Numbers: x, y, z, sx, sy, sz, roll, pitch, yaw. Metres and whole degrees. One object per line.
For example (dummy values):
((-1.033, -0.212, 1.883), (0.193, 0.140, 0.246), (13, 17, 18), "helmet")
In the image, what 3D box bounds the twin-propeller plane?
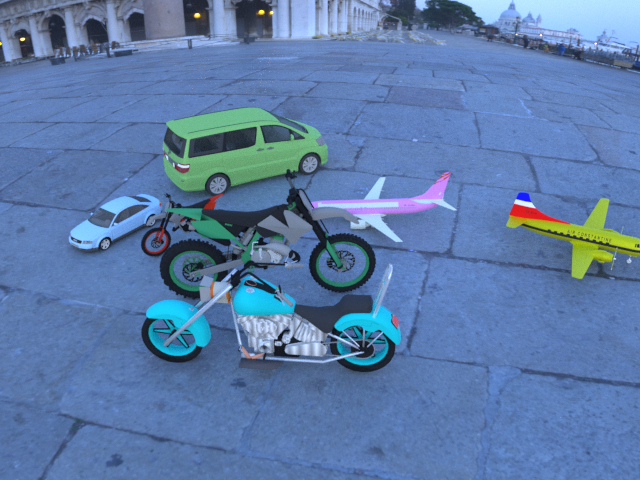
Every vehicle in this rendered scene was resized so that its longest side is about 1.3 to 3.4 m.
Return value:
((3.892, -0.175, 10.473), (2.129, 0.792, 2.663), (15, 33, 23), "twin-propeller plane")

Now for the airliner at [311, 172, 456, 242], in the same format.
((0.862, -0.695, 11.325), (2.541, 0.835, 2.257), (-1, 30, -2), "airliner")

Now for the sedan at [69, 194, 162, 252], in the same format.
((-3.220, -0.333, 11.051), (0.635, 0.483, 1.613), (20, 36, 31), "sedan")

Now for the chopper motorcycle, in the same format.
((-0.586, 0.841, 8.042), (3.040, 1.480, 0.906), (3, 30, 6), "chopper motorcycle")

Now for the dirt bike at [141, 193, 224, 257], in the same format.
((-2.019, -0.278, 10.586), (1.493, 0.857, 0.527), (-20, 36, -30), "dirt bike")

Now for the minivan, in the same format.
((-1.306, -1.734, 12.752), (3.011, 1.197, 1.324), (-16, 34, -25), "minivan")

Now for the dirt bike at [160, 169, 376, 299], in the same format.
((-0.691, 0.026, 9.258), (2.903, 1.666, 1.024), (-2, 30, -3), "dirt bike")
